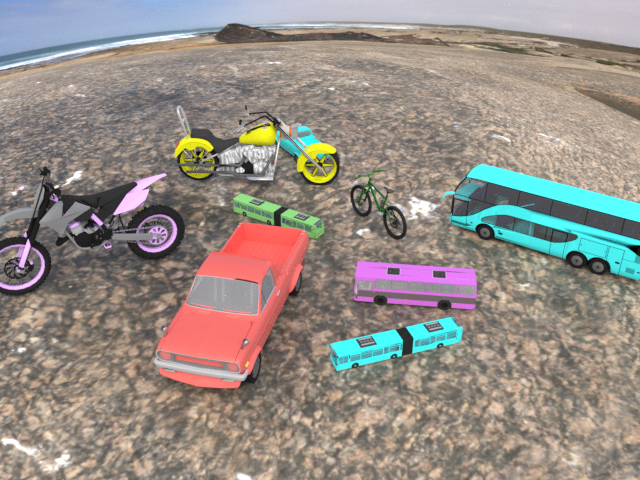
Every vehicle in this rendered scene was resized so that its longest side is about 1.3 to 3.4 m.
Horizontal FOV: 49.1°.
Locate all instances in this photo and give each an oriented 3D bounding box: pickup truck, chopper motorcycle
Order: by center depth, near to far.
[{"bbox_3d":[-1.053,0.653,9.274,1.244,0.993,3.117,7,32,12],"label":"pickup truck"},{"bbox_3d":[-1.154,-1.716,12.745,3.040,1.480,0.906,1,31,1],"label":"chopper motorcycle"},{"bbox_3d":[-0.393,-1.985,14.134,0.640,0.511,1.603,-17,35,-25],"label":"pickup truck"}]

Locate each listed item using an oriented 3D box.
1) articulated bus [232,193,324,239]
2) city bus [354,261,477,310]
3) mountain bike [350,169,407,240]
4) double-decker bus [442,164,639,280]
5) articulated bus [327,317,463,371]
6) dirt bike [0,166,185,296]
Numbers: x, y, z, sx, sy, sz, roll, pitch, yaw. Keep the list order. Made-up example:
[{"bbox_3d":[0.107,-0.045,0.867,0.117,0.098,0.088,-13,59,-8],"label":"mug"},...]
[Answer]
[{"bbox_3d":[-0.720,-0.410,11.727,1.749,0.289,0.311,19,36,28],"label":"articulated bus"},{"bbox_3d":[1.325,0.649,9.798,1.674,0.460,0.476,4,31,6],"label":"city bus"},{"bbox_3d":[0.950,-0.605,11.489,0.573,0.868,1.469,-19,36,-28],"label":"mountain bike"},{"bbox_3d":[3.531,-0.344,10.876,3.251,1.052,0.756,19,36,29],"label":"double-decker bus"},{"bbox_3d":[0.968,1.306,8.870,1.749,0.289,0.311,-10,32,-16],"label":"articulated bus"},{"bbox_3d":[-3.363,-0.186,10.016,2.903,1.666,1.024,-16,34,-25],"label":"dirt bike"}]
